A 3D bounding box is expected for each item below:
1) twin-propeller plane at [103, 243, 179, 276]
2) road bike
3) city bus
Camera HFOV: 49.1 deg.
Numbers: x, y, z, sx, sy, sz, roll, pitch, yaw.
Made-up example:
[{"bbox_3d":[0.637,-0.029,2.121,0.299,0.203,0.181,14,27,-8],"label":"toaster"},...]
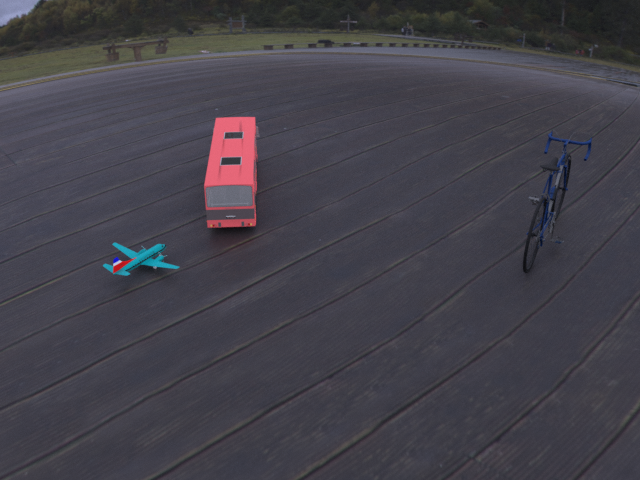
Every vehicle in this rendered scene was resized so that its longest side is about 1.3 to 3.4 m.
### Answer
[{"bbox_3d":[-2.721,0.247,10.592,1.370,0.407,1.095,17,34,28],"label":"twin-propeller plane"},{"bbox_3d":[3.629,-0.685,10.973,0.696,1.656,3.004,15,33,24],"label":"road bike"},{"bbox_3d":[-1.571,-1.277,12.794,0.926,0.894,3.255,-2,30,-3],"label":"city bus"}]
